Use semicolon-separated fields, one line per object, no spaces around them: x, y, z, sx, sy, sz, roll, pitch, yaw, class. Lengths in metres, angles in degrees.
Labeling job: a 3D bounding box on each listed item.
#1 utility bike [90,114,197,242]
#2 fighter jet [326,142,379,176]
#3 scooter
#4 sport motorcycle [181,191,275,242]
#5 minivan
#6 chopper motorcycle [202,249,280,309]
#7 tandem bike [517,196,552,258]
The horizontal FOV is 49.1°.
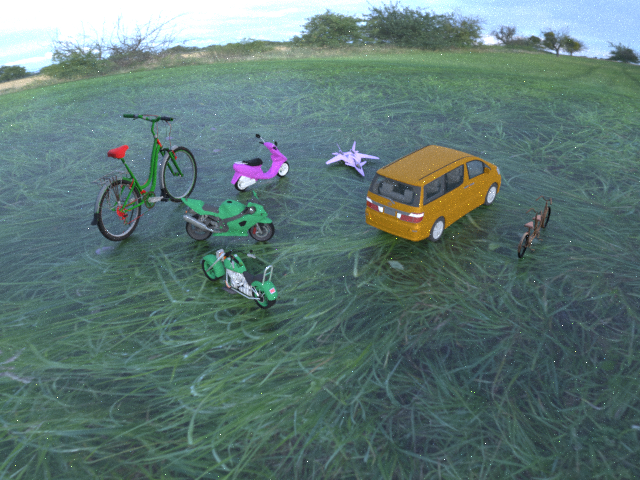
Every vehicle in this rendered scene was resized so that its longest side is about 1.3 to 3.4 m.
-3.072;-1.193;12.015;1.039;1.839;2.791;13;31;23;utility bike
0.711;-1.668;14.506;1.147;0.286;1.358;-7;29;-13;fighter jet
-1.144;-1.505;13.547;1.399;0.919;0.662;-24;36;-36;scooter
-1.506;-0.352;11.535;1.520;0.821;0.506;1;29;3;sport motorcycle
2.088;-0.987;12.307;1.324;1.197;3.011;22;36;35;minivan
-1.192;0.456;10.116;1.563;0.761;0.466;25;37;37;chopper motorcycle
3.549;-0.259;11.511;0.283;0.682;1.642;17;33;28;tandem bike
